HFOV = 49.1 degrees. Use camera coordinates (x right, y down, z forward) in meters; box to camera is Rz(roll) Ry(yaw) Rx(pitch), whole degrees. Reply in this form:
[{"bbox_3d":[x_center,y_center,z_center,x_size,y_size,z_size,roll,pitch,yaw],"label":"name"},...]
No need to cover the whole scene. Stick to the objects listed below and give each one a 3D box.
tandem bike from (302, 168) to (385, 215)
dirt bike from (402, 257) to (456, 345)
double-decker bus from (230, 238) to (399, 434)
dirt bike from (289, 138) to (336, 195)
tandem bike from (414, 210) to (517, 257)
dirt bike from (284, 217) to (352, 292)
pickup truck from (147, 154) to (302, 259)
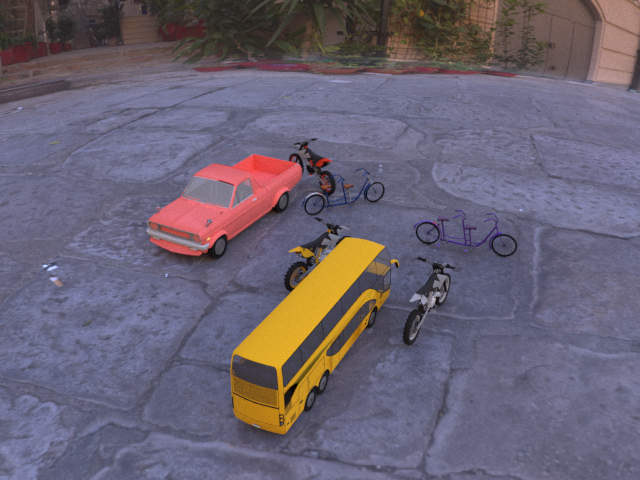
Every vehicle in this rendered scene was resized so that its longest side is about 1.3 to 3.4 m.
[{"bbox_3d":[0.433,-0.860,12.358,1.642,0.682,0.283,-13,31,-22],"label":"tandem bike"},{"bbox_3d":[1.441,0.730,9.261,0.527,0.857,1.493,16,32,26],"label":"dirt bike"},{"bbox_3d":[0.035,0.987,8.585,0.756,1.052,3.251,13,31,23],"label":"double-decker bus"},{"bbox_3d":[-0.171,-1.428,13.217,0.527,0.857,1.493,-19,34,-31],"label":"dirt bike"},{"bbox_3d":[2.287,-0.140,11.039,1.642,0.682,0.283,10,30,18],"label":"tandem bike"},{"bbox_3d":[0.011,0.173,10.280,0.527,0.857,1.493,24,37,37],"label":"dirt bike"},{"bbox_3d":[-1.522,-0.749,11.830,1.244,0.993,3.117,15,32,25],"label":"pickup truck"}]
